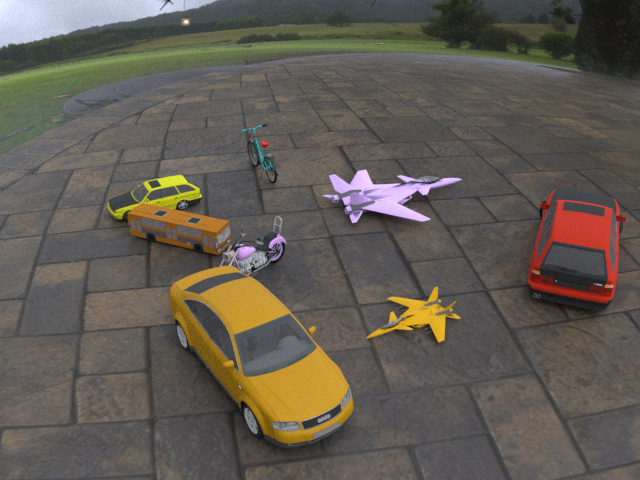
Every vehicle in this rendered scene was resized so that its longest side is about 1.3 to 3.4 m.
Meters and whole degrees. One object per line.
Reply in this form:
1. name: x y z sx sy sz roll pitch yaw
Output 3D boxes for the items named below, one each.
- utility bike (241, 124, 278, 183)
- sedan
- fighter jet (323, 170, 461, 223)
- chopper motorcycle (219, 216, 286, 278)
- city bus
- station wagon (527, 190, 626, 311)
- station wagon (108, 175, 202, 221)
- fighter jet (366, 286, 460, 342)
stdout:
1. utility bike: -1.162 -1.663 13.339 0.535 0.946 1.435 -14 33 -23
2. sedan: -0.797 1.204 8.443 1.235 0.940 3.137 -19 35 -29
3. fighter jet: 1.475 -0.995 12.582 2.640 0.557 2.229 -14 33 -22
4. chopper motorcycle: -1.089 0.235 10.277 0.466 0.761 1.563 25 38 35
5. city bus: -2.266 -0.170 11.267 1.674 0.460 0.476 12 32 19
6. station wagon: 3.960 -0.112 10.711 1.327 0.920 3.105 11 32 18
7. station wagon: -2.911 -0.768 12.277 1.597 0.473 0.682 -15 33 -23
8. fighter jet: 1.186 1.028 9.390 1.358 0.286 1.147 -17 34 -26
